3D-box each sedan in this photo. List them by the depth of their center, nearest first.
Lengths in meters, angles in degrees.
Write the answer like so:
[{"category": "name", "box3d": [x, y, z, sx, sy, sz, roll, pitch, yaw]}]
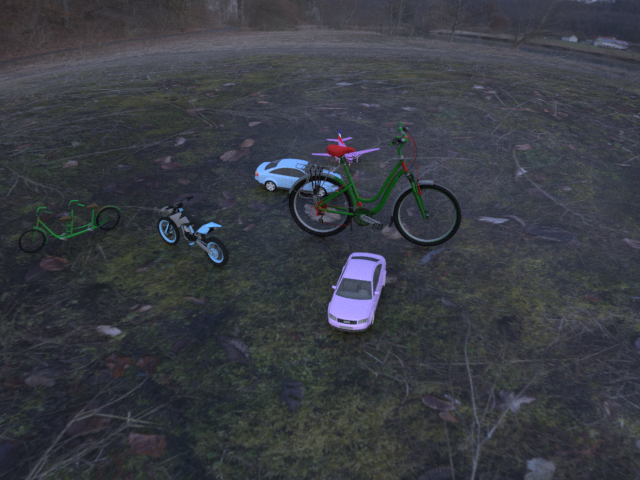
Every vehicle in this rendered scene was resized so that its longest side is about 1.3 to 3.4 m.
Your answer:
[{"category": "sedan", "box3d": [0.517, 0.635, 9.444, 0.635, 0.483, 1.613, 7, 30, 12]}, {"category": "sedan", "box3d": [-0.373, -1.163, 12.606, 1.613, 0.483, 0.635, 8, 31, 14]}]

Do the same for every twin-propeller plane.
[{"category": "twin-propeller plane", "box3d": [0.492, -1.817, 13.833, 1.370, 0.407, 1.095, -6, 30, -10]}]

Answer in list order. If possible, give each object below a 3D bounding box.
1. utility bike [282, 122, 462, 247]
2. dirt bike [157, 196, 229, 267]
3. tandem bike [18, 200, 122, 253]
[{"category": "utility bike", "box3d": [0.792, -0.856, 10.695, 2.791, 1.839, 1.039, 6, 30, 10]}, {"category": "dirt bike", "box3d": [-1.937, -0.146, 10.440, 1.493, 0.857, 0.527, 21, 36, 32]}, {"category": "tandem bike", "box3d": [-3.867, -0.289, 10.868, 1.642, 0.682, 0.283, -21, 36, -32]}]
